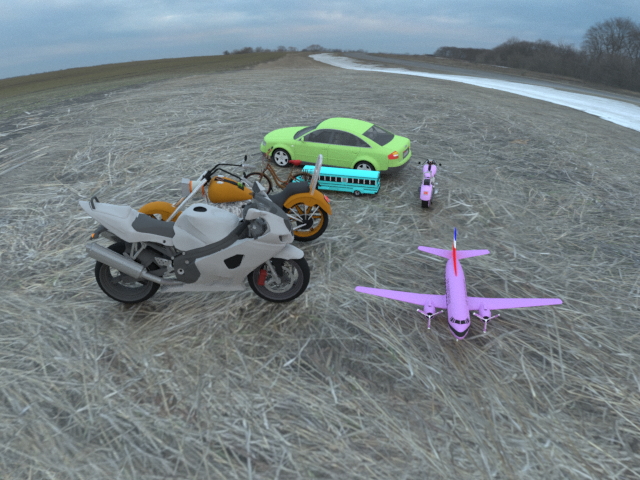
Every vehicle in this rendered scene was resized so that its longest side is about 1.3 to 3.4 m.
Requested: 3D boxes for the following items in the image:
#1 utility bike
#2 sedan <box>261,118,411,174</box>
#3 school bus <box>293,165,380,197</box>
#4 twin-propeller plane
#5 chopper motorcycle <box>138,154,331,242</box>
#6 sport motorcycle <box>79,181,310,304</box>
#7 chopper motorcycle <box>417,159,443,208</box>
[{"bbox_3d":[-0.694,-1.139,12.524,1.435,0.946,0.535,1,27,2],"label":"utility bike"},{"bbox_3d":[0.280,-1.957,14.154,3.137,0.940,1.235,11,29,21],"label":"sedan"},{"bbox_3d":[0.255,-1.111,13.037,1.708,0.434,0.365,6,27,12],"label":"school bus"},{"bbox_3d":[1.812,0.580,9.284,2.663,0.792,2.129,3,27,6],"label":"twin-propeller plane"},{"bbox_3d":[-1.337,-0.575,10.812,3.040,1.480,0.906,-2,27,-5],"label":"chopper motorcycle"},{"bbox_3d":[-1.609,0.132,9.279,2.955,1.596,0.983,0,27,0],"label":"sport motorcycle"},{"bbox_3d":[1.982,-1.134,12.718,0.466,0.761,1.563,5,27,11],"label":"chopper motorcycle"}]
